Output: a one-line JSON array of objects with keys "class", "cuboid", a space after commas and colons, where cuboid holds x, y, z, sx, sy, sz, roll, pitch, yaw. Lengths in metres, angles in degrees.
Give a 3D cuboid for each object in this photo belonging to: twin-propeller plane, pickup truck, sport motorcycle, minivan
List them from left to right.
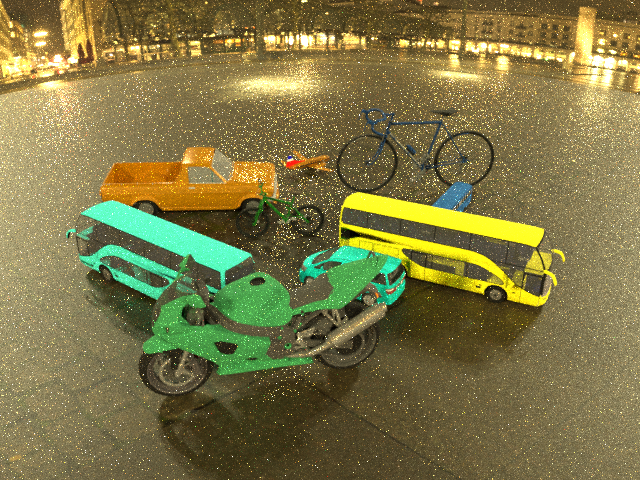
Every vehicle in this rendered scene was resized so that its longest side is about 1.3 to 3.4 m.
[{"class": "pickup truck", "cuboid": [-2.295, -1.080, 12.553, 3.117, 0.993, 1.244, -1, 28, -2]}, {"class": "sport motorcycle", "cuboid": [-0.635, 0.975, 8.119, 2.955, 1.596, 0.983, -7, 29, -13]}, {"class": "twin-propeller plane", "cuboid": [-0.231, -1.611, 14.153, 1.095, 0.407, 1.370, -19, 34, -31]}, {"class": "minivan", "cuboid": [0.443, 0.451, 10.118, 1.548, 0.616, 0.681, 15, 32, 25]}]

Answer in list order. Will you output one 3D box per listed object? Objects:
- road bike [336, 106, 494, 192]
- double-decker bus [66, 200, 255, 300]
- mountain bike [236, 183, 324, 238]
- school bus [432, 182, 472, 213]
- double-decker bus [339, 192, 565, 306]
[{"class": "road bike", "cuboid": [1.794, -1.679, 12.965, 3.004, 1.656, 0.696, -3, 29, -5]}, {"class": "double-decker bus", "cuboid": [-2.297, 0.284, 9.968, 3.251, 1.052, 0.756, 19, 34, 32]}, {"class": "mountain bike", "cuboid": [-0.657, -0.446, 11.513, 1.469, 0.868, 0.573, -3, 29, -6]}, {"class": "school bus", "cuboid": [2.174, -0.501, 12.071, 0.365, 0.434, 1.708, 15, 32, 26]}, {"class": "double-decker bus", "cuboid": [1.853, 0.123, 10.267, 3.251, 1.052, 0.756, 13, 31, 22]}]
